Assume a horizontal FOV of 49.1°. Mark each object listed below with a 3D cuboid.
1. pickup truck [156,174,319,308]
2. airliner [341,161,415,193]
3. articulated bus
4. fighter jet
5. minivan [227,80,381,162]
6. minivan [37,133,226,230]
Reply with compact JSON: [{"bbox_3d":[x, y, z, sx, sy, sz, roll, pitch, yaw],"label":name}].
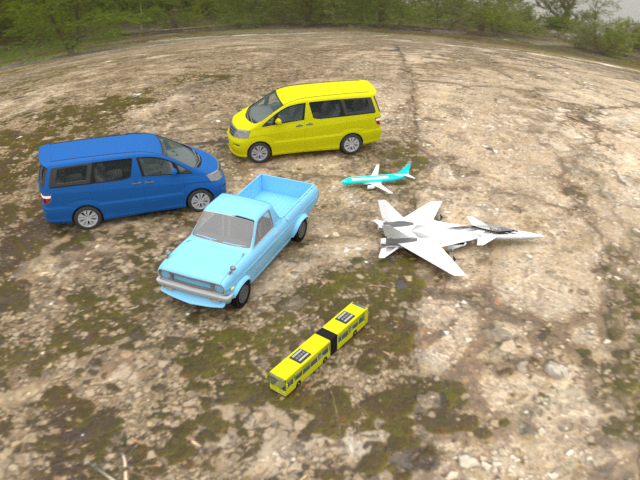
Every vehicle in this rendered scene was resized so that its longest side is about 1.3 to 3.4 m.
[{"bbox_3d":[-1.116,-0.167,10.383,1.244,0.993,3.117,13,34,20],"label":"pickup truck"},{"bbox_3d":[1.021,-1.182,12.575,1.307,0.429,1.161,-4,32,-7],"label":"airliner"},{"bbox_3d":[0.014,1.311,8.650,0.311,0.289,1.749,21,37,31],"label":"articulated bus"},{"bbox_3d":[2.189,-0.194,10.844,2.640,0.557,2.229,0,32,0],"label":"fighter jet"},{"bbox_3d":[-0.327,-2.385,13.801,3.011,1.197,1.324,-7,32,-11],"label":"minivan"},{"bbox_3d":[-3.101,-1.091,11.694,3.011,1.197,1.324,-10,33,-16],"label":"minivan"}]
